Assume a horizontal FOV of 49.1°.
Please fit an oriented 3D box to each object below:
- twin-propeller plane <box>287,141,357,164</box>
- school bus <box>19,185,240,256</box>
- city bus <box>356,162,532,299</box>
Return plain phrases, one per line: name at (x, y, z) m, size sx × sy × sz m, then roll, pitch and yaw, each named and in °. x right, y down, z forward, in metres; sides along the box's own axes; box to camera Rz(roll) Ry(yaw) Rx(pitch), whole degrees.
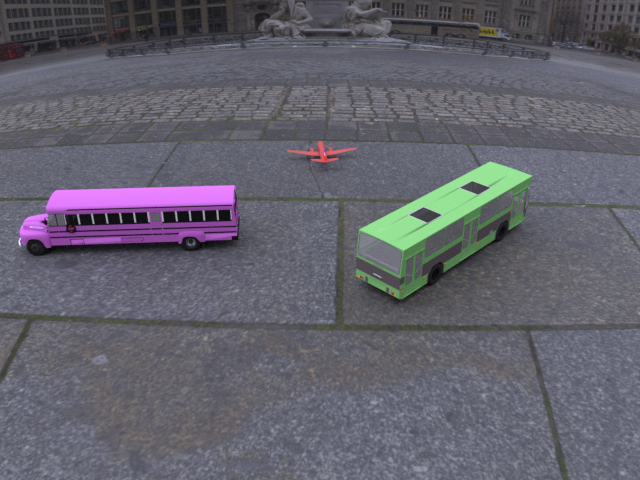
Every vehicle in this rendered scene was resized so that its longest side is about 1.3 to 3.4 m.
twin-propeller plane at (0.047, -1.747, 13.577) m, size 1.370 × 0.407 × 1.095 m, roll -3°, pitch 30°, yaw -5°
school bus at (-2.918, -0.328, 10.723) m, size 3.322 × 0.844 × 0.709 m, roll -2°, pitch 30°, yaw -3°
city bus at (1.925, -0.191, 10.439) m, size 0.926 × 0.894 × 3.255 m, roll 27°, pitch 40°, yaw 38°
